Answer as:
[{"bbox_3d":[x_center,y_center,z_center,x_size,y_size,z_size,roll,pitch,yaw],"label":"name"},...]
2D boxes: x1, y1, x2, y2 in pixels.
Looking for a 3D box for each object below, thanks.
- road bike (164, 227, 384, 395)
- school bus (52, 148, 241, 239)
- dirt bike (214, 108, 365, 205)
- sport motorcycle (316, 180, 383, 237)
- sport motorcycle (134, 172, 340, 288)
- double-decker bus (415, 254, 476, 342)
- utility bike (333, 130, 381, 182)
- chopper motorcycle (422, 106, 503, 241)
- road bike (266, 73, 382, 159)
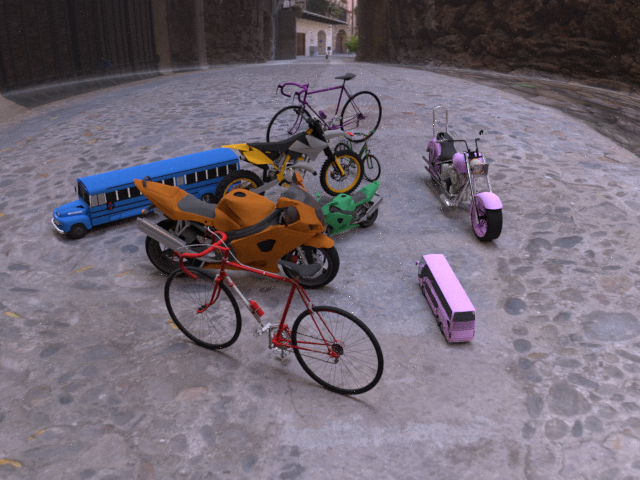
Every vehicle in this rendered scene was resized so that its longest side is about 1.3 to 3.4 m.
[{"bbox_3d":[-0.636,0.828,8.121,3.004,1.656,0.697,14,31,24],"label":"road bike"},{"bbox_3d":[-2.984,-0.867,12.211,3.322,0.844,0.709,-17,32,-29],"label":"school bus"},{"bbox_3d":[-0.487,-1.327,12.202,2.903,1.666,1.024,-13,31,-24],"label":"dirt bike"},{"bbox_3d":[0.408,-0.448,11.440,1.520,0.821,0.506,-22,35,-35],"label":"sport motorcycle"},{"bbox_3d":[-1.175,-0.113,9.972,2.955,1.596,0.983,5,28,9],"label":"sport motorcycle"},{"bbox_3d":[1.688,0.734,9.495,0.389,0.541,1.672,-3,28,-6],"label":"double-decker bus"},{"bbox_3d":[0.754,-1.752,13.783,0.535,0.946,1.435,-20,34,-33],"label":"utility bike"},{"bbox_3d":[2.486,-1.218,12.195,0.906,1.480,3.040,-5,28,-9],"label":"chopper motorcycle"},{"bbox_3d":[0.148,-2.665,14.755,3.004,1.656,0.696,-18,33,-31],"label":"road bike"}]
